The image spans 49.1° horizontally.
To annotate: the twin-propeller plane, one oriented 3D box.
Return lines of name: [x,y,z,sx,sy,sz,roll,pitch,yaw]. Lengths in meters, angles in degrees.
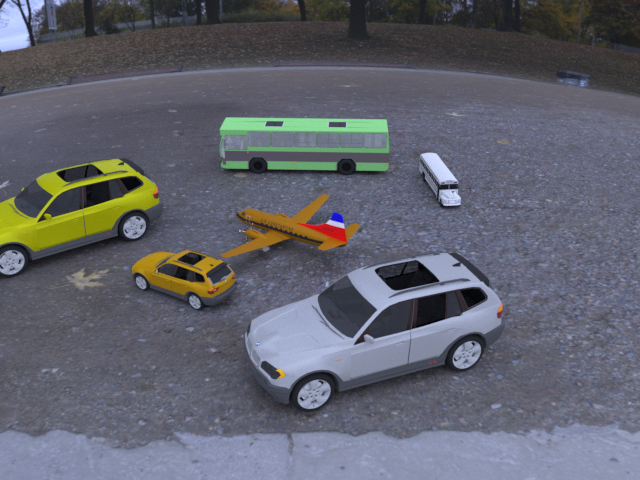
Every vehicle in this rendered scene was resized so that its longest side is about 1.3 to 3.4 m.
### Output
twin-propeller plane: [-0.480,-0.267,10.787,2.129,0.792,2.663,17,32,30]

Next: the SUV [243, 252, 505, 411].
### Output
SUV: [0.642,0.930,8.085,3.058,1.128,1.276,-10,29,-19]

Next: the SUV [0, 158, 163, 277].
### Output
SUV: [-3.974,-0.456,10.785,3.058,1.128,1.276,-19,33,-32]

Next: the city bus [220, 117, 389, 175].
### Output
city bus: [-0.288,-1.846,13.749,3.255,0.894,0.926,1,27,2]

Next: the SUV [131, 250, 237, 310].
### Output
SUV: [-1.884,0.448,9.625,1.572,0.580,0.656,16,31,28]

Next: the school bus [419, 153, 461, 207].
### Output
school bus: [2.191,-1.106,12.811,0.365,0.434,1.708,-3,27,-6]
